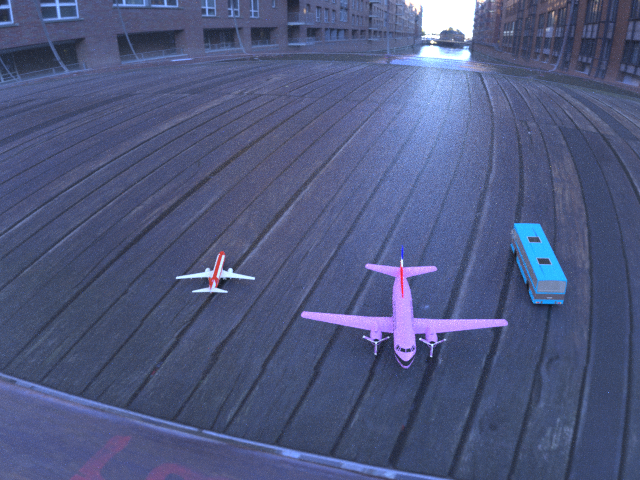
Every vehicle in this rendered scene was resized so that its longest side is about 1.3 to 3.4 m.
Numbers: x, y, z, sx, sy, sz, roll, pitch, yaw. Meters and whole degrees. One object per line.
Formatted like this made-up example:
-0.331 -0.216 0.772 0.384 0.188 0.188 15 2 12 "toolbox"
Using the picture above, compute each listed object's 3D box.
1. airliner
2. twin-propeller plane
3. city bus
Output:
-1.538 0.407 10.398 1.161 0.429 1.307 1 30 1 "airliner"
1.096 0.874 9.218 2.663 0.792 2.129 2 30 3 "twin-propeller plane"
3.240 0.346 10.474 0.476 0.460 1.674 1 30 2 "city bus"
